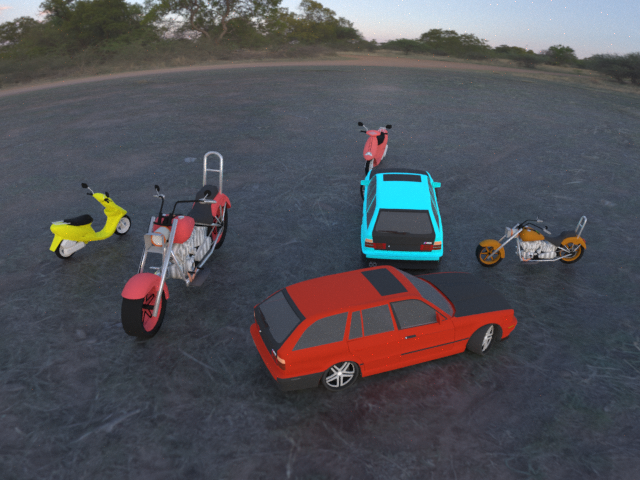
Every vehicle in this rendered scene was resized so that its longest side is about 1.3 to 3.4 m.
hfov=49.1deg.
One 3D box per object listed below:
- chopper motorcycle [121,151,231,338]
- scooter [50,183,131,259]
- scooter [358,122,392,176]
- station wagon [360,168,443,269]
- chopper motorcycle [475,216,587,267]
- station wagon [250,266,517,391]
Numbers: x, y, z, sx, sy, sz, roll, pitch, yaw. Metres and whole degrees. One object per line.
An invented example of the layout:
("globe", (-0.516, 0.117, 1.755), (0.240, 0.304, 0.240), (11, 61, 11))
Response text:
("chopper motorcycle", (-1.860, -0.028, 9.290), (0.906, 1.480, 3.040), (6, 27, 12))
("scooter", (-3.435, -0.310, 10.470), (0.662, 0.919, 1.399), (20, 33, 34))
("scooter", (1.080, -1.861, 13.543), (0.662, 0.919, 1.399), (8, 28, 16))
("station wagon", (1.268, -0.585, 11.015), (1.327, 0.920, 3.105), (2, 27, 4))
("chopper motorcycle", (3.028, 0.017, 9.998), (1.563, 0.761, 0.466), (-1, 27, -1))
("station wagon", (0.790, 0.857, 8.158), (3.105, 0.920, 1.327), (-10, 28, -19))
